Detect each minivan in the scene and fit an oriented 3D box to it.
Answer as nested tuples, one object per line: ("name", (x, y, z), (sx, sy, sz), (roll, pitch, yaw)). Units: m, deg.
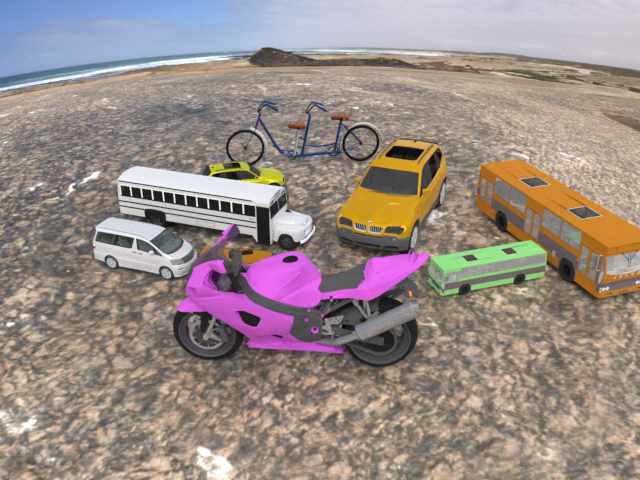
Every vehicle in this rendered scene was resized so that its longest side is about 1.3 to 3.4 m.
("minivan", (-2.589, 0.105, 10.401), (1.548, 0.616, 0.681), (10, 29, 18))
("minivan", (-0.922, 0.486, 9.659), (1.548, 0.616, 0.681), (3, 27, 5))

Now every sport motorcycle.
("sport motorcycle", (-0.267, 0.743, 8.086), (2.955, 1.596, 0.983), (1, 27, 2))

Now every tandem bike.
("tandem bike", (-0.294, -2.146, 14.006), (3.192, 1.326, 0.550), (-4, 27, -7))

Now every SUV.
("SUV", (1.277, -0.833, 11.665), (1.276, 1.128, 3.058), (11, 29, 20))
("SUV", (-1.418, -1.125, 12.834), (1.572, 0.580, 0.656), (-7, 28, -13))

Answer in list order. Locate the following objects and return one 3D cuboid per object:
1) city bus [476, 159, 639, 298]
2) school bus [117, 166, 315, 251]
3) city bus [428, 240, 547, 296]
("city bus", (3.611, -0.255, 10.796), (0.926, 0.894, 3.255), (-9, 29, -17))
("school bus", (-1.701, -0.557, 11.439), (3.322, 0.844, 0.709), (9, 29, 18))
("city bus", (2.387, 0.409, 9.980), (1.674, 0.460, 0.476), (-9, 28, -17))
